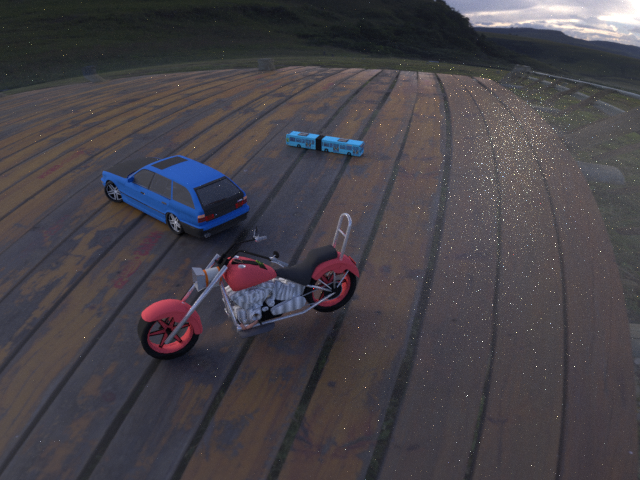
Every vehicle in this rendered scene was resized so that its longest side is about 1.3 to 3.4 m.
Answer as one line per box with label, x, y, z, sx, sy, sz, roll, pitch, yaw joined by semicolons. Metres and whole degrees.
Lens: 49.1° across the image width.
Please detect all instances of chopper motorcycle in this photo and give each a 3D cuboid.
chopper motorcycle;-0.873;0.581;9.096;3.040;1.480;0.906;-13;31;-22

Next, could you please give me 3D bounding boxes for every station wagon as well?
station wagon;-2.677;-0.983;12.489;3.105;0.920;1.327;24;37;36

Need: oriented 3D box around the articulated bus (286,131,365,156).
articulated bus;0.107;-2.085;15.124;1.749;0.289;0.311;12;31;20
